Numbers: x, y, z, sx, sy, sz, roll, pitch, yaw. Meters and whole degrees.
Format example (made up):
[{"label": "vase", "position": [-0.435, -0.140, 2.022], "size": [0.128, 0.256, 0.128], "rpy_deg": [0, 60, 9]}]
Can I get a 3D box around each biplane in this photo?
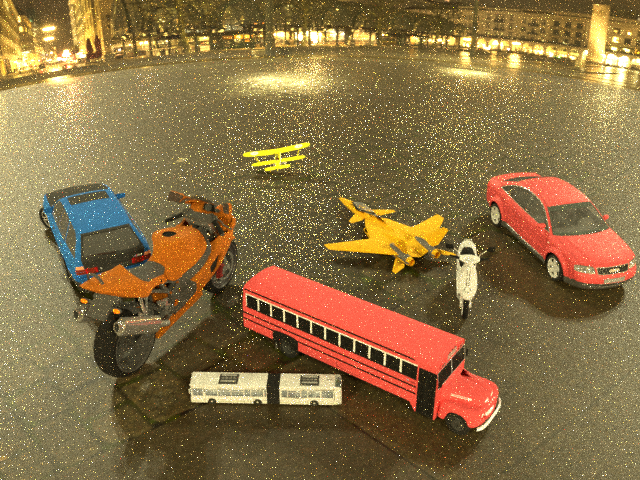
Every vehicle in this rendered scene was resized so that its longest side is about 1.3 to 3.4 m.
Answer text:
[{"label": "biplane", "position": [-0.858, -1.589, 13.829], "size": [1.336, 0.504, 1.090], "rpy_deg": [-1, 29, -2]}]

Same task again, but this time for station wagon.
[{"label": "station wagon", "position": [-3.593, -0.290, 11.030], "size": [1.327, 0.920, 3.105], "rpy_deg": [-14, 32, -24]}]

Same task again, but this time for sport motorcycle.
[{"label": "sport motorcycle", "position": [-1.902, 0.468, 8.948], "size": [0.983, 1.596, 2.955], "rpy_deg": [13, 31, 22]}]

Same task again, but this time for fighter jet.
[{"label": "fighter jet", "position": [0.981, -0.352, 11.521], "size": [2.229, 0.557, 2.640], "rpy_deg": [-15, 32, -25]}]

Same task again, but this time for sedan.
[{"label": "sedan", "position": [3.738, -0.322, 11.069], "size": [1.235, 0.940, 3.137], "rpy_deg": [-7, 30, -13]}]

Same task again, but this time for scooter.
[{"label": "scooter", "position": [2.057, 0.396, 9.782], "size": [0.662, 0.919, 1.399], "rpy_deg": [5, 29, 9]}]

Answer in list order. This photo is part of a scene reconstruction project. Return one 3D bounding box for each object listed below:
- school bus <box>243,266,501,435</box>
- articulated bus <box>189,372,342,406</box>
[{"label": "school bus", "position": [0.540, 1.234, 8.335], "size": [3.322, 0.844, 0.709], "rpy_deg": [19, 34, 31]}, {"label": "articulated bus", "position": [-0.626, 1.706, 8.050], "size": [1.749, 0.289, 0.311], "rpy_deg": [1, 29, 1]}]
